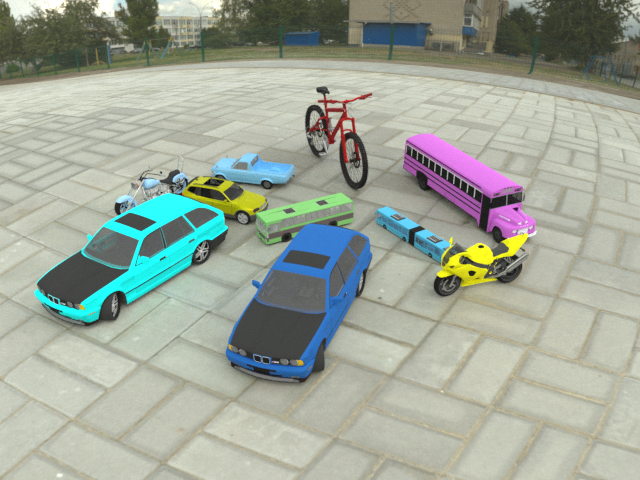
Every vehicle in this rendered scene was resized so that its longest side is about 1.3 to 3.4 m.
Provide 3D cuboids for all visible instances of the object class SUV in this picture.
[{"bbox_3d":[-1.704,-0.747,12.474,1.572,0.580,0.656,11,31,18],"label":"SUV"}]

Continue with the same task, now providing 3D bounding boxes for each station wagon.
[{"bbox_3d":[-0.204,0.679,9.567,1.327,0.920,3.105,9,31,16],"label":"station wagon"},{"bbox_3d":[-2.772,0.144,10.526,1.327,0.920,3.105,18,34,29],"label":"station wagon"}]

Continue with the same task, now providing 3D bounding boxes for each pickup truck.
[{"bbox_3d":[-1.316,-1.387,13.694,1.603,0.511,0.640,8,30,14],"label":"pickup truck"}]

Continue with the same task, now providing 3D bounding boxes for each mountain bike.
[{"bbox_3d":[0.278,-2.166,13.882,1.114,1.688,2.857,-12,31,-20],"label":"mountain bike"}]

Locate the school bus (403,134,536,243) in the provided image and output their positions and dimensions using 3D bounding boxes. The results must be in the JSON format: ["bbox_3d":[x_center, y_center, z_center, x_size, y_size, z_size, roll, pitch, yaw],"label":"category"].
[{"bbox_3d":[2.647,-0.993,12.645,0.709,0.844,3.322,-13,32,-22],"label":"school bus"}]

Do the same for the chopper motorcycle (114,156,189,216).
[{"bbox_3d":[-3.040,-0.960,12.670,0.466,0.761,1.563,24,37,36],"label":"chopper motorcycle"}]

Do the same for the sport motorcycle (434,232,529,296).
[{"bbox_3d":[2.355,0.355,10.249,1.520,0.821,0.506,-11,31,-19],"label":"sport motorcycle"}]

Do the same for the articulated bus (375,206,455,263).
[{"bbox_3d":[1.551,-0.104,11.619,0.311,0.289,1.749,-18,34,-29],"label":"articulated bus"}]

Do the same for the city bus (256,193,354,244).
[{"bbox_3d":[-0.248,-0.358,11.900,1.674,0.460,0.476,-15,32,-25],"label":"city bus"}]
